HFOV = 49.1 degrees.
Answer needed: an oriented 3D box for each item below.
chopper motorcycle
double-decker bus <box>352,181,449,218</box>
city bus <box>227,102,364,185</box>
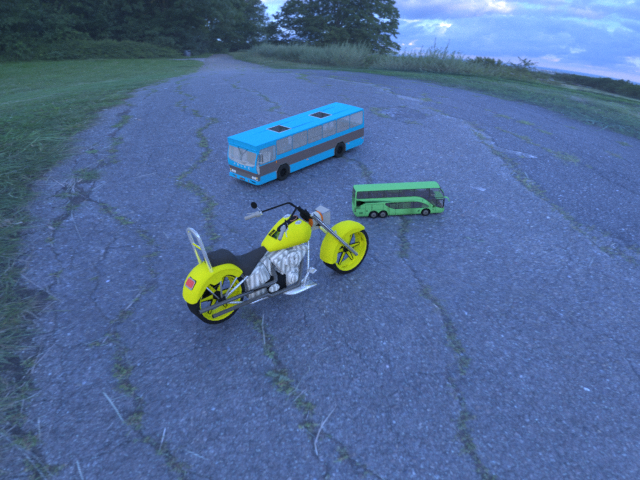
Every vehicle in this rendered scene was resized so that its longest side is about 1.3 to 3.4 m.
[{"bbox_3d":[-0.500,0.127,9.528,3.040,1.480,0.906,-21,34,-35],"label":"chopper motorcycle"},{"bbox_3d":[1.391,-0.710,12.203,1.672,0.541,0.389,-3,27,-6],"label":"double-decker bus"},{"bbox_3d":[-0.411,-1.986,14.318,0.926,0.894,3.255,22,34,36],"label":"city bus"}]
